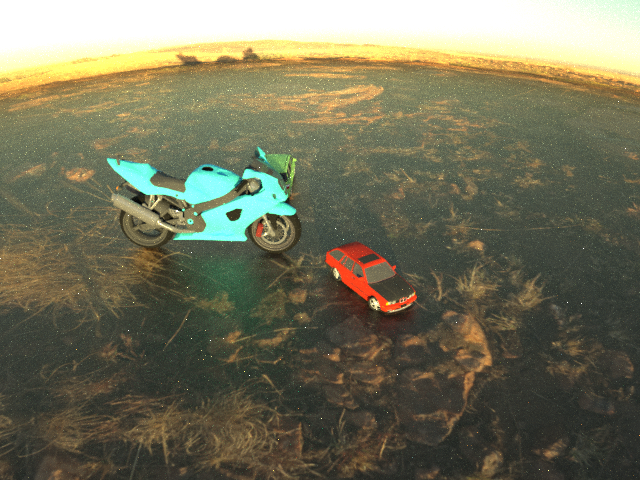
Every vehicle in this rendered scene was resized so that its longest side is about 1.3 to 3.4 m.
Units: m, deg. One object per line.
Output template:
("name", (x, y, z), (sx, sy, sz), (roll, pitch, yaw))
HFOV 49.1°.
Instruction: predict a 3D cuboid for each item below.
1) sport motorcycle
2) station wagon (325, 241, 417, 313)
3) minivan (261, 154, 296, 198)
("sport motorcycle", (-1.756, -0.554, 10.826), (2.955, 1.596, 0.983), (3, 29, 5))
("station wagon", (0.718, 0.482, 10.094), (0.682, 0.473, 1.597), (-17, 33, -28))
("minivan", (-0.804, -1.292, 13.214), (0.681, 0.616, 1.548), (1, 28, 2))
